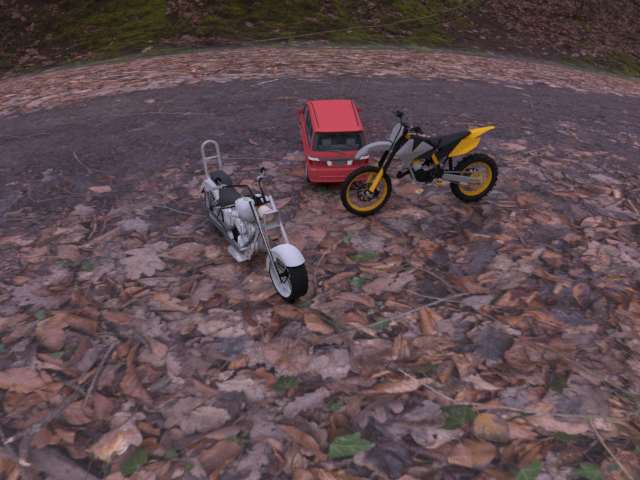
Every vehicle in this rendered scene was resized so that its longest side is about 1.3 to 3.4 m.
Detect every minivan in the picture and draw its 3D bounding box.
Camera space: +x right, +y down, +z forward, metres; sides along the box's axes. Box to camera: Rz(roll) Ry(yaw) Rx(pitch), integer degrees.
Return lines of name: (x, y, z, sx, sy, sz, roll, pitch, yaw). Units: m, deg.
minivan: (0.234, -2.107, 13.708, 1.324, 1.197, 3.011, -2, 30, -4)

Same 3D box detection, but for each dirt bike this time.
dirt bike: (1.736, -1.268, 11.791, 2.903, 1.666, 1.024, -8, 31, -14)

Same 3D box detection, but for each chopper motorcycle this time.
chopper motorcycle: (-1.050, -0.347, 10.387, 0.906, 1.480, 3.040, -17, 34, -27)
